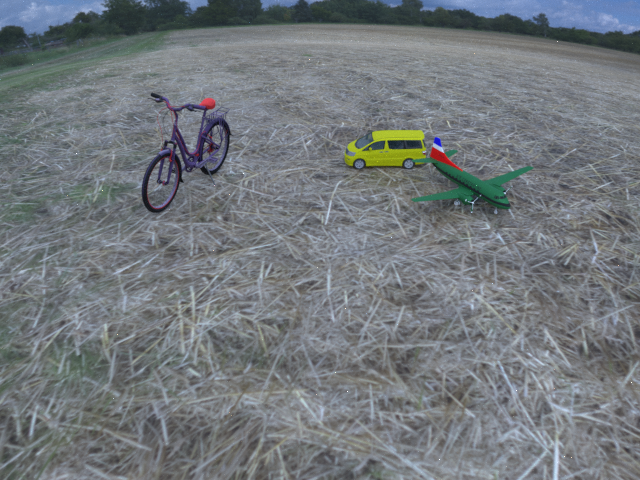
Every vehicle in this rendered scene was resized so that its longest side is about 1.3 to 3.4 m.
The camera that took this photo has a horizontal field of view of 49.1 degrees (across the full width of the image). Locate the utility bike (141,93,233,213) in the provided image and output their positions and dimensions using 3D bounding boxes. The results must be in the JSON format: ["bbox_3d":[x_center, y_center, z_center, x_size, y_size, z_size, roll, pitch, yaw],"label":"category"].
[{"bbox_3d":[-2.162,-1.672,12.039,1.039,1.839,2.791,13,33,21],"label":"utility bike"}]

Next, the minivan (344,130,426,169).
[{"bbox_3d":[1.243,-1.749,13.382,1.548,0.616,0.681,0,30,-1],"label":"minivan"}]

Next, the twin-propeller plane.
[{"bbox_3d":[2.563,-1.111,12.117,2.663,0.792,2.129,-16,34,-26],"label":"twin-propeller plane"}]
